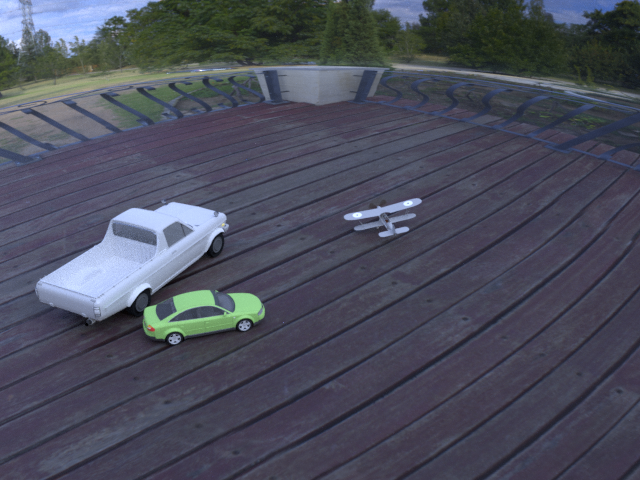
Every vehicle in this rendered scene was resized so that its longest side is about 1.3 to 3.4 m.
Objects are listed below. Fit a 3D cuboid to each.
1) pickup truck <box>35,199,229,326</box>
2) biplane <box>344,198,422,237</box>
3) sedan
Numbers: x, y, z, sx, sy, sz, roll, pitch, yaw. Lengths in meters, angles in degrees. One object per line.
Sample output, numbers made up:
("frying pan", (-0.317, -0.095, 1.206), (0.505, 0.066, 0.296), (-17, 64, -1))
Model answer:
("pickup truck", (-2.623, 0.160, 10.268), (1.244, 0.993, 3.117), (13, 31, 23))
("biplane", (1.088, -0.317, 11.692), (1.336, 0.504, 1.090), (-5, 28, -10))
("sedan", (-1.536, 0.953, 9.312), (1.613, 0.483, 0.635), (-9, 29, -16))
